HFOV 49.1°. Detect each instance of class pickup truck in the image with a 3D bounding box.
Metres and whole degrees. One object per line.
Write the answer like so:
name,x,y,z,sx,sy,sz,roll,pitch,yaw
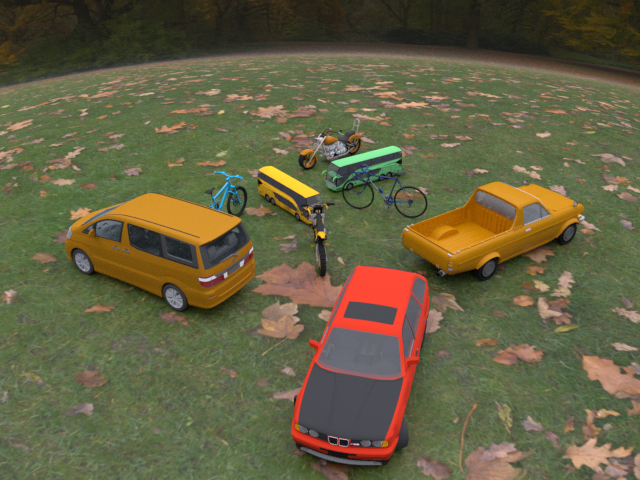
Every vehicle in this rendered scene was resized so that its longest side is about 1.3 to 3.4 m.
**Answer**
pickup truck,2.769,-0.278,10.965,3.117,0.993,1.244,-19,34,-30

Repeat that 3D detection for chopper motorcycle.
chopper motorcycle,0.219,-1.946,14.183,1.563,0.761,0.466,-21,35,-33

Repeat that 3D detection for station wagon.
station wagon,0.569,1.265,8.282,1.327,0.920,3.105,7,30,13

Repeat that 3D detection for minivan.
minivan,-2.429,0.015,10.232,3.011,1.197,1.324,17,33,27

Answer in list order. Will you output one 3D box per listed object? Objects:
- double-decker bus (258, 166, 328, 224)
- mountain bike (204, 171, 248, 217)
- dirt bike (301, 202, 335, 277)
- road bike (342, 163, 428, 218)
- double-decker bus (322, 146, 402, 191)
double-decker bus,-0.522,-0.788,12.339,0.389,0.541,1.672,-20,35,-32
mountain bike,-1.646,-0.598,11.665,0.573,0.868,1.469,15,33,25
dirt bike,-0.020,-0.106,10.797,0.527,0.857,1.493,-2,29,-4
road bike,1.113,-0.845,12.123,1.545,0.852,0.358,11,31,18
double-decker bus,0.834,-1.356,13.354,1.672,0.541,0.389,-18,34,-28
